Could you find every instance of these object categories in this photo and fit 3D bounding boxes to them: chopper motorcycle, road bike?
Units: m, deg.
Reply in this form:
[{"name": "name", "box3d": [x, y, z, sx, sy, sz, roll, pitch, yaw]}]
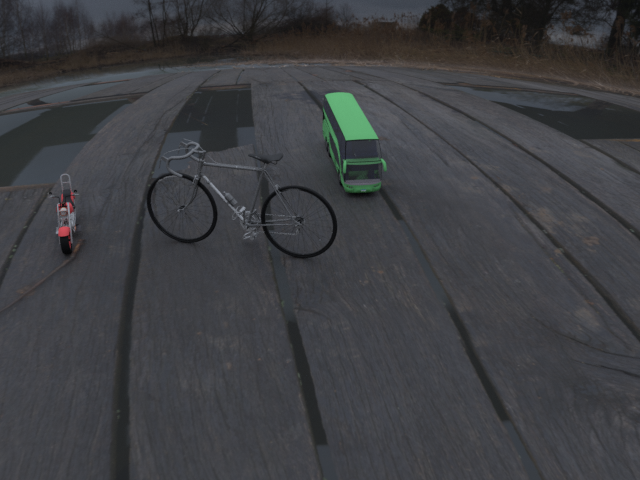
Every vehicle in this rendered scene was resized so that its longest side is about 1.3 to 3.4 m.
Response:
[{"name": "chopper motorcycle", "box3d": [-3.962, -0.422, 10.913, 0.466, 0.761, 1.563, -7, 28, -13]}, {"name": "road bike", "box3d": [-1.201, -0.585, 10.257, 3.004, 1.656, 0.697, 7, 28, 14]}]

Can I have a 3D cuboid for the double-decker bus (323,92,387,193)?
[{"name": "double-decker bus", "box3d": [0.573, -1.899, 13.443, 0.756, 1.052, 3.251, -3, 28, -6]}]
